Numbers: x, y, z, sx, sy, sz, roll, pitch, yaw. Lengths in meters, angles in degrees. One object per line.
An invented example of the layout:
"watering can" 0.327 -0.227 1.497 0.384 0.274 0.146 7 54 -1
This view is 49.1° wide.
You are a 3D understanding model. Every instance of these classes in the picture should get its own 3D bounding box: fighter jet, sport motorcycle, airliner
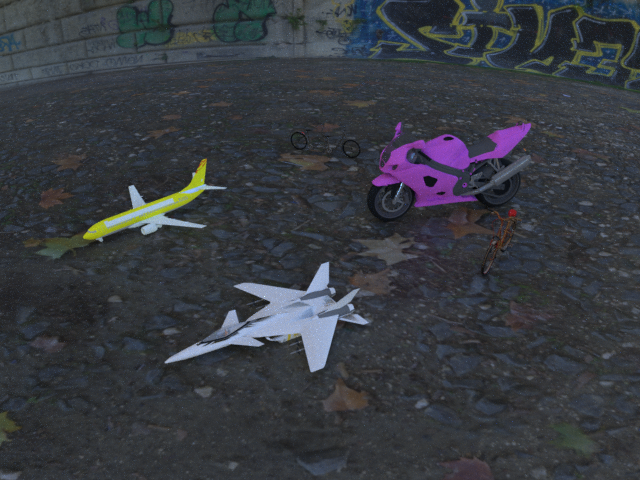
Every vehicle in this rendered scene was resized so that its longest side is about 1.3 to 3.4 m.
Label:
"fighter jet" -0.771 1.029 9.089 2.640 0.557 2.229 -16 33 -27
"sport motorcycle" 2.221 -1.193 12.053 2.955 1.596 0.983 -8 30 -15
"airliner" -2.889 -0.670 11.891 2.541 0.835 2.257 -25 38 -38

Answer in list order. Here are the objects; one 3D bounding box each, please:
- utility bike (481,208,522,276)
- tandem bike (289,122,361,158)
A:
"utility bike" 2.814 -0.062 10.671 0.535 0.946 1.435 17 33 28
"tandem bike" 0.087 -2.136 14.718 1.642 0.682 0.283 12 31 20
